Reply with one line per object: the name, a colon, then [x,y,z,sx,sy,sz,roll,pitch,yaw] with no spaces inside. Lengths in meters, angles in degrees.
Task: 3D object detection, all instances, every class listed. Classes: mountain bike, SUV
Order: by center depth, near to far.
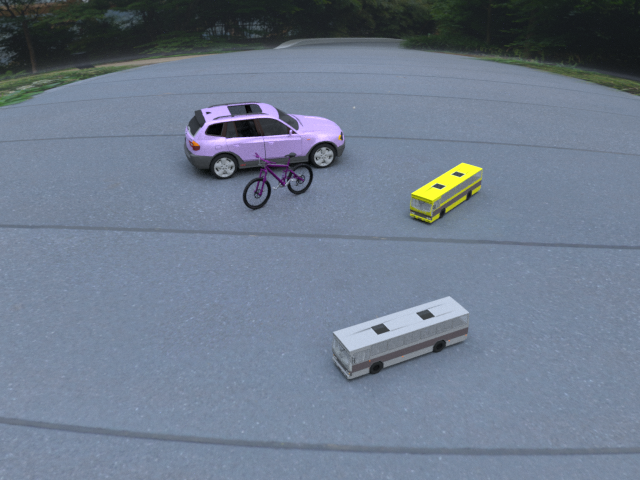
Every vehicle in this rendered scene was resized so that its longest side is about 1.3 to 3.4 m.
mountain bike: [-0.701,-1.055,11.871,1.469,0.868,0.573,-22,36,-34]
SUV: [-1.045,-1.996,13.279,3.058,1.128,1.276,-8,30,-14]

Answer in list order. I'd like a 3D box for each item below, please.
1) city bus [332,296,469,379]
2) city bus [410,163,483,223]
city bus: [0.972,1.163,8.344,1.674,0.460,0.476,-14,32,-23]
city bus: [2.148,-0.799,11.831,0.476,0.460,1.674,22,36,34]
